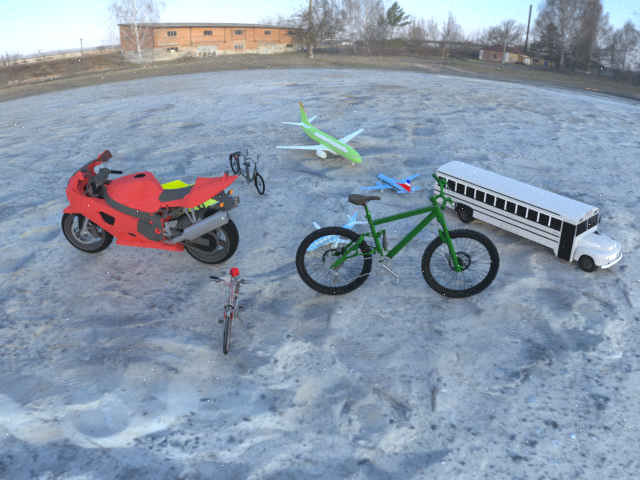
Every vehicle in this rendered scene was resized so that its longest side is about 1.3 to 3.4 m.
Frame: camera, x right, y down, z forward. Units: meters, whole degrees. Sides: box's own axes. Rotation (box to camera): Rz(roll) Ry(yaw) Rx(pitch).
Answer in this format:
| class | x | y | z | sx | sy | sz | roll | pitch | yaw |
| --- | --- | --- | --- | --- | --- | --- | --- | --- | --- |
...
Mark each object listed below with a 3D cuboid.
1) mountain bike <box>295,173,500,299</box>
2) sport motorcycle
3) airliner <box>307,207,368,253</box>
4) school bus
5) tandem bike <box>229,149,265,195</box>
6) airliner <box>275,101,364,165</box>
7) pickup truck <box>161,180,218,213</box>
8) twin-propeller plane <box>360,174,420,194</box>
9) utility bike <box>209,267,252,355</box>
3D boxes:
| class | x | y | z | sx | sy | sz | roll | pitch | yaw |
| --- | --- | --- | --- | --- | --- | --- | --- | --- | --- |
| mountain bike | 1.081 | 0.058 | 9.707 | 2.857 | 1.688 | 1.114 | 1 | 28 | 2 |
| sport motorcycle | -2.640 | -0.432 | 10.746 | 2.955 | 1.596 | 0.983 | 5 | 28 | 9 |
| airliner | 0.214 | -0.156 | 11.479 | 1.161 | 0.429 | 1.307 | 23 | 35 | 37 |
| school bus | 3.374 | -0.453 | 11.600 | 0.709 | 0.844 | 3.322 | -23 | 35 | -36 |
| tandem bike | -1.439 | -1.424 | 13.638 | 0.283 | 0.682 | 1.642 | -15 | 31 | -26 |
| airliner | 0.173 | -2.312 | 15.176 | 2.257 | 0.835 | 2.541 | -16 | 32 | -28 |
| pickup truck | -2.329 | -0.721 | 12.476 | 0.640 | 0.511 | 1.603 | -22 | 35 | -36 |
| twin-propeller plane | 1.396 | -1.112 | 13.336 | 1.370 | 0.407 | 1.095 | -15 | 31 | -27 |
| utility bike | -1.114 | 0.788 | 9.110 | 0.535 | 0.946 | 1.435 | 0 | 28 | 0 |
